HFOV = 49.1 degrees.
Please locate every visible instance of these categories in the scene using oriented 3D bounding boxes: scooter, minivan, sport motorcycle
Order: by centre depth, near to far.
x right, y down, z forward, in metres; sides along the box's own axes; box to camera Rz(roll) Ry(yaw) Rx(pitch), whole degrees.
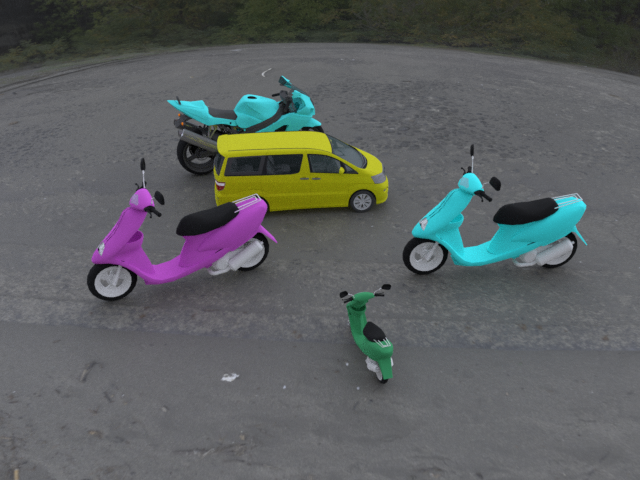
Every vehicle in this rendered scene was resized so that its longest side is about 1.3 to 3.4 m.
[{"bbox_3d":[0.593,1.051,8.537,0.662,0.919,1.399,-9,32,-14],"label":"scooter"},{"bbox_3d":[-1.918,-0.143,9.702,2.721,1.786,1.288,-12,33,-20],"label":"scooter"},{"bbox_3d":[2.554,-0.320,10.000,2.721,1.786,1.288,-3,31,-4],"label":"scooter"},{"bbox_3d":[-0.316,-1.198,12.059,3.011,1.197,1.324,-4,31,-6],"label":"minivan"},{"bbox_3d":[-1.314,-2.110,13.207,2.955,1.596,0.983,-9,32,-15],"label":"sport motorcycle"}]
